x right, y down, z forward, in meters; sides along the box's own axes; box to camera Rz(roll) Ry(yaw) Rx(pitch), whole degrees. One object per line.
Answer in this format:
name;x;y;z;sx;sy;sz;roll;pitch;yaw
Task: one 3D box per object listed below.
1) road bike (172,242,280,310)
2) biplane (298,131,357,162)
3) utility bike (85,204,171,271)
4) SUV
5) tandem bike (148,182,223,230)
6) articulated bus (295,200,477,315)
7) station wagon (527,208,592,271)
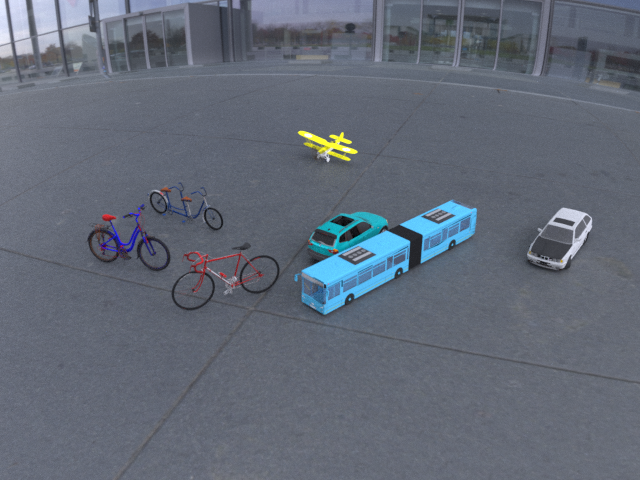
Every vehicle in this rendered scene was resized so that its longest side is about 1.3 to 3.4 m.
road bike;-1.263;0.465;9.477;1.545;0.852;0.358;-13;31;-23
biplane;0.229;-1.908;14.275;1.336;0.504;1.090;15;32;26
utility bike;-2.852;-0.062;10.361;1.435;0.946;0.535;9;29;15
SUV;0.454;-0.118;10.853;0.656;0.580;1.572;20;34;32
tandem bike;-2.273;-0.622;11.686;1.642;0.682;0.283;16;32;27
articulated bus;1.101;0.175;10.326;3.401;0.561;0.605;-24;36;-37
station wagon;3.740;-0.065;10.866;0.682;0.473;1.597;18;33;29
